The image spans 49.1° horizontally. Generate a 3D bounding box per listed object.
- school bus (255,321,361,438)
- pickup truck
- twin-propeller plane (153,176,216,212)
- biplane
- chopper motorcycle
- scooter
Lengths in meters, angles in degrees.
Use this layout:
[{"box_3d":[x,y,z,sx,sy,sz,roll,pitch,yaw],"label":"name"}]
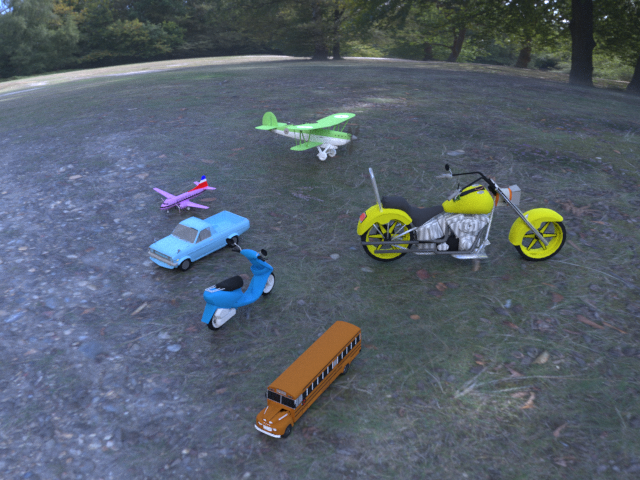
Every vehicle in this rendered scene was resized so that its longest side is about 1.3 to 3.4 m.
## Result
[{"box_3d":[-0.100,1.472,7.546,0.365,0.434,1.708,15,31,27],"label":"school bus"},{"box_3d":[-1.790,-0.062,10.483,0.640,0.511,1.603,20,33,34],"label":"pickup truck"},{"box_3d":[-2.325,-0.781,12.013,1.370,0.407,1.095,20,33,34],"label":"twin-propeller plane"},{"box_3d":[-0.217,-2.174,14.124,2.120,0.981,2.598,12,29,22],"label":"biplane"},{"box_3d":[2.049,-0.357,9.993,3.040,1.480,0.906,-2,27,-3],"label":"chopper motorcycle"},{"box_3d":[-1.014,0.520,8.887,0.662,0.919,1.399,17,31,30],"label":"scooter"}]
